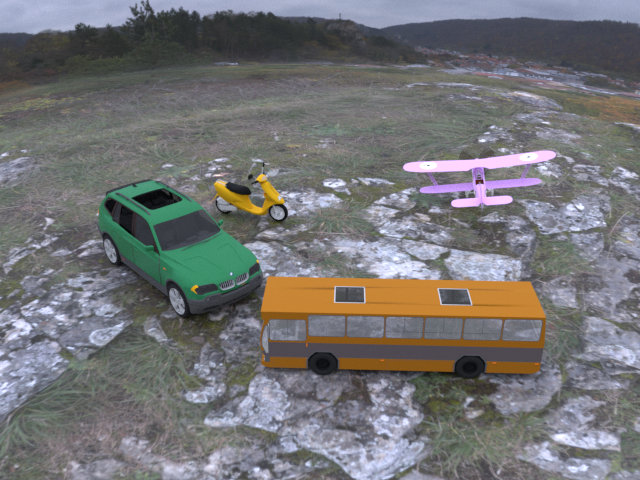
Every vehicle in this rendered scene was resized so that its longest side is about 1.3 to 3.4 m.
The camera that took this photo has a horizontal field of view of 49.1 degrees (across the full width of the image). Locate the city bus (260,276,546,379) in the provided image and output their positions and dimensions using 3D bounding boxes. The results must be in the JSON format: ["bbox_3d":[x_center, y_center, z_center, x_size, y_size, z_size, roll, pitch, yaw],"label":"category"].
[{"bbox_3d":[0.944,1.044,8.392,3.255,0.894,0.926,1,28,2],"label":"city bus"}]

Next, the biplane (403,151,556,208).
[{"bbox_3d":[2.732,-0.998,12.198,2.598,0.981,2.120,4,28,8],"label":"biplane"}]

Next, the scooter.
[{"bbox_3d":[-1.206,-0.807,11.899,1.399,0.919,0.662,9,29,16],"label":"scooter"}]

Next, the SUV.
[{"bbox_3d":[-2.113,0.001,10.131,1.276,1.128,3.058,-23,35,-36],"label":"SUV"}]
